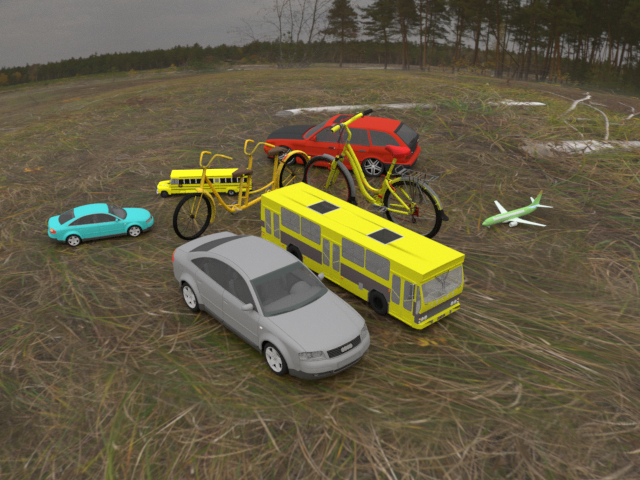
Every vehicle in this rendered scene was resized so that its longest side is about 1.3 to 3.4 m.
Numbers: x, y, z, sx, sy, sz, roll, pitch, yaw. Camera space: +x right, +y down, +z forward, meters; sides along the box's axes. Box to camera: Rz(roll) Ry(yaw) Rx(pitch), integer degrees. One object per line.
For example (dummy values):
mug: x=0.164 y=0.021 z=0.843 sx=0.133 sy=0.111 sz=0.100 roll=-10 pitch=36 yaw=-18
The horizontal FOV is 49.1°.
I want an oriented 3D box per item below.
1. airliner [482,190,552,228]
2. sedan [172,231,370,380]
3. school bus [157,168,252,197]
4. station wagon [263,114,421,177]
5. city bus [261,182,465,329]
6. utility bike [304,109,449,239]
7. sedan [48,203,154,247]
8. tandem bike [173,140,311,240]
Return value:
airliner: x=3.192 y=-0.503 z=11.550 sx=1.307 sy=0.429 sz=1.161 roll=-14 pitch=30 yaw=-26
sedan: x=-0.690 y=0.630 z=8.709 sx=1.235 sy=0.940 sz=3.137 roll=-21 pitch=33 yaw=-36
school bus: x=-2.081 y=-1.038 z=12.617 sx=1.708 sy=0.434 sz=0.365 roll=-2 pitch=27 yaw=-3
station wagon: x=0.413 y=-1.982 z=13.963 sx=3.105 sy=0.920 sz=1.327 roll=9 pitch=28 yaw=17
city bus: x=0.458 y=0.147 z=9.729 sx=0.926 sy=0.894 sz=3.255 roll=-21 pitch=33 yaw=-36
utility bike: x=0.753 y=-0.988 z=10.944 sx=2.791 sy=1.839 sz=1.039 roll=20 pitch=33 yaw=34
sedan: x=-3.469 y=-0.305 z=11.094 sx=1.613 sy=0.483 sz=0.635 roll=-9 pitch=28 yaw=-18
tandem bike: x=-1.198 y=-1.016 z=11.575 sx=0.550 sy=1.326 sz=3.192 roll=20 pitch=33 yaw=35
